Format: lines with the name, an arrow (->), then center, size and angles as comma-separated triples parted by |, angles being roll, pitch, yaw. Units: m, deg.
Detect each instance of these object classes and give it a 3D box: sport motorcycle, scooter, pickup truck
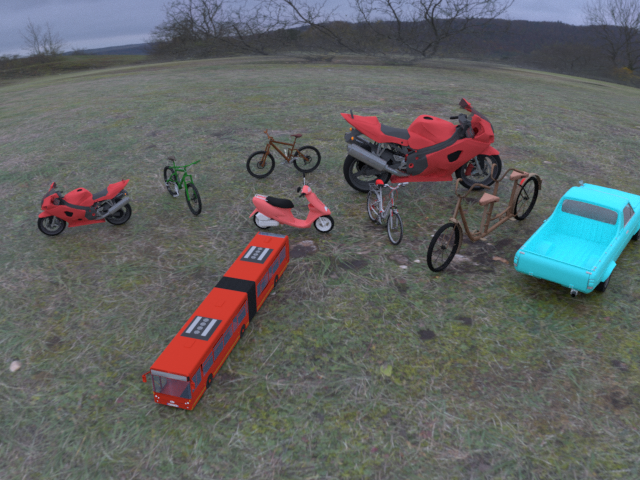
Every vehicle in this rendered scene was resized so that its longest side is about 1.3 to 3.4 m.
sport motorcycle -> -3.825, -0.537, 11.382 | 1.520, 0.821, 0.506 | -11, 31, -19
scooter -> -0.459, -0.558, 11.319 | 1.399, 0.919, 0.662 | 3, 29, 6
sport motorcycle -> 1.830, -1.611, 12.525 | 2.955, 1.596, 0.983 | -1, 29, -2
pickup truck -> 4.020, -0.170, 10.539 | 1.244, 0.993, 3.117 | 19, 34, 31

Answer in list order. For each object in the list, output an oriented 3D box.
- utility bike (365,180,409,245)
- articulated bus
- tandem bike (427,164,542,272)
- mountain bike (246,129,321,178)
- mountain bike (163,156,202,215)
utility bike -> 1.084, -0.572, 11.316 | 0.535, 0.946, 1.435 | -10, 30, -17
articulated bus -> -1.170, 0.886, 9.072 | 0.605, 0.561, 3.401 | 8, 30, 15
tandem bike -> 2.652, -0.540, 10.865 | 0.550, 1.326, 3.192 | 25, 38, 38
mountain bike -> -0.688, -1.631, 13.316 | 1.469, 0.868, 0.573 | -8, 30, -15
mountain bike -> -2.423, -1.014, 12.197 | 0.573, 0.868, 1.469 | -18, 34, -30
